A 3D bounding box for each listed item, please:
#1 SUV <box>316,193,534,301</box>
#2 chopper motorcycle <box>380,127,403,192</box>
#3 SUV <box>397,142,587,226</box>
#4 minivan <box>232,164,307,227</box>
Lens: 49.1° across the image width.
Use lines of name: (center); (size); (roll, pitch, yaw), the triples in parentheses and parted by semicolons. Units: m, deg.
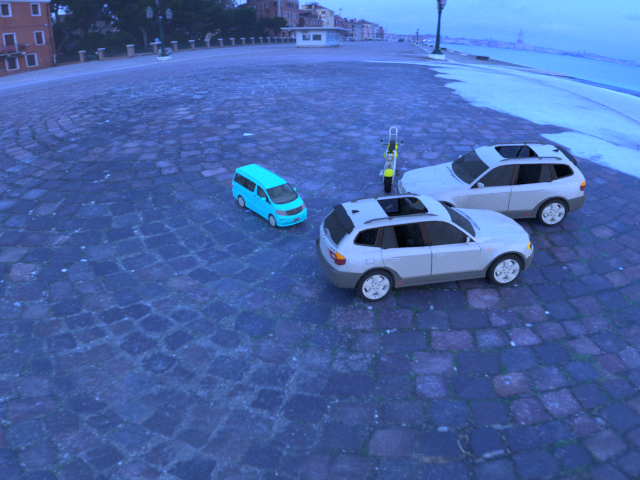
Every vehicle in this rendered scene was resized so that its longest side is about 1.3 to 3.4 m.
SUV: (1.475, -0.023, 9.821); (3.058, 1.128, 1.276); (-6, 29, -11)
chopper motorcycle: (1.308, -1.503, 12.983); (0.466, 0.761, 1.563); (4, 28, 7)
SUV: (2.812, -0.945, 11.549); (3.058, 1.128, 1.276); (-3, 28, -5)
minivan: (-0.855, -0.754, 11.734); (0.681, 0.616, 1.548); (-20, 34, -33)
